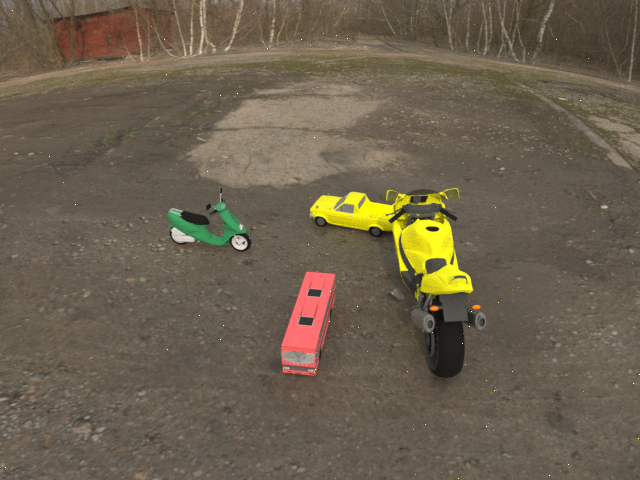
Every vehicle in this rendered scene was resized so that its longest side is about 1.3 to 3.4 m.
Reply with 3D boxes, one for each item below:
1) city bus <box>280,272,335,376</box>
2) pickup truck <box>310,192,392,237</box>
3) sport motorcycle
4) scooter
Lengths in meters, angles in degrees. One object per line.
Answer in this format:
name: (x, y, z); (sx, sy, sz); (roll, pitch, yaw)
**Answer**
city bus: (-0.122, 1.049, 9.001); (0.476, 0.460, 1.674); (5, 30, 8)
pickup truck: (0.643, -0.476, 11.615); (1.603, 0.511, 0.640); (11, 31, 18)
sport motorcycle: (1.409, 0.402, 8.988); (0.983, 1.596, 2.955); (-2, 30, -3)
scooter: (-1.756, -0.282, 10.865); (1.399, 0.919, 0.662); (6, 30, 11)
